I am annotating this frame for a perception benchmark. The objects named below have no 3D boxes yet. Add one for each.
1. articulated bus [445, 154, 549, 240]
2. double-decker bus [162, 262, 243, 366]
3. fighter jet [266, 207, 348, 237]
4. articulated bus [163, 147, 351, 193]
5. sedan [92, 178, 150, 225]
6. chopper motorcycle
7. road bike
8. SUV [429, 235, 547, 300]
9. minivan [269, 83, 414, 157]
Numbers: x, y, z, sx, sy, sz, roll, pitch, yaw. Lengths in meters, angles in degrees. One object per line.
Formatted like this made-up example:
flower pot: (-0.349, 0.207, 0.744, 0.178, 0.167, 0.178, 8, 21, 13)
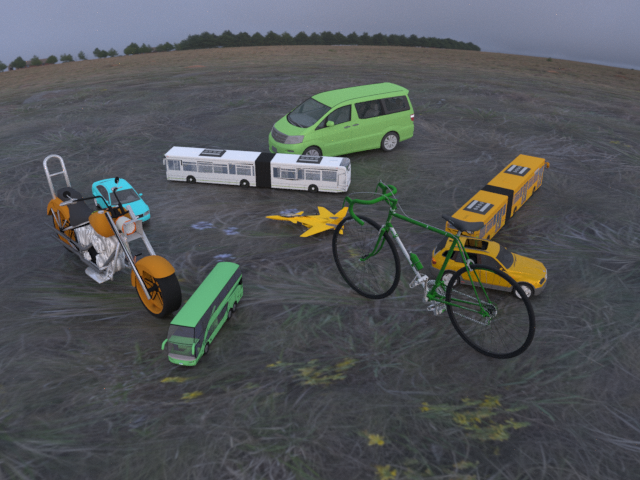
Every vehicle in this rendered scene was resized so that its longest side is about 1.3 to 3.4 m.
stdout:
articulated bus: (2.939, -0.646, 11.459, 0.605, 0.561, 3.401, 16, 31, 29)
double-decker bus: (-1.374, 0.880, 8.491, 0.389, 0.541, 1.672, 7, 28, 13)
fighter jet: (-0.232, -0.378, 11.235, 1.358, 0.286, 1.147, 6, 28, 12)
articulated bus: (-1.157, -1.284, 12.709, 3.401, 0.561, 0.605, 5, 27, 10)
sedan: (-3.313, -0.678, 11.606, 0.635, 0.483, 1.613, -16, 31, -28)
chopper motorcycle: (-2.860, -0.103, 9.383, 0.906, 1.480, 3.040, -24, 36, -39)
road bike: (1.247, 0.302, 8.396, 3.004, 1.656, 0.696, 24, 35, 38)
SUV: (2.286, 0.331, 9.522, 1.572, 0.580, 0.656, 9, 28, 17)
minivan: (0.429, -2.371, 14.140, 3.011, 1.197, 1.324, -14, 30, -25)
